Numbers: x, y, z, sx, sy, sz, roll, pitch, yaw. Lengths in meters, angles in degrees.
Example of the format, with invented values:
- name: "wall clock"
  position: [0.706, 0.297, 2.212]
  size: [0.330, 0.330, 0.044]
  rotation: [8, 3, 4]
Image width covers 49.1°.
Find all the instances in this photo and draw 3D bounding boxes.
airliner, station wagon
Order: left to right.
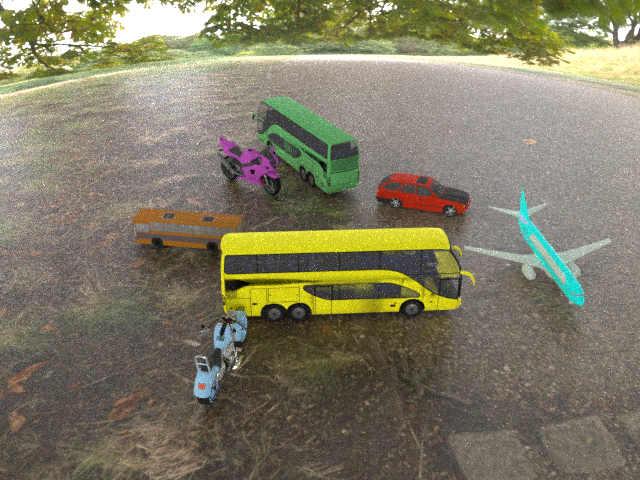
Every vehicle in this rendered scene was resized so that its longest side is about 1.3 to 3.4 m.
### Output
- name: "station wagon"
  position: [1.786, -0.813, 12.027]
  size: [1.597, 0.473, 0.682]
  rotation: [10, 30, 18]
- name: "airliner"
  position: [3.292, 0.029, 10.121]
  size: [2.257, 0.835, 2.541]
  rotation: [-3, 29, -5]

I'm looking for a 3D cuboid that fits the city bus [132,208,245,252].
- name: "city bus"
  position: [-2.020, -0.144, 10.825]
  size: [1.674, 0.460, 0.476]
  rotation: [5, 29, 8]

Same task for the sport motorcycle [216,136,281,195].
- name: "sport motorcycle"
  position: [-1.274, -1.347, 12.636]
  size: [1.520, 0.821, 0.506]
  rotation: [23, 36, 35]

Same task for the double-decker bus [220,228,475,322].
- name: "double-decker bus"
  position: [0.336, 0.430, 9.169]
  size: [3.251, 1.052, 0.756]
  rotation: [-2, 29, -3]

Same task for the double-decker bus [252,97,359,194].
- name: "double-decker bus"
  position: [-0.322, -1.901, 13.405]
  size: [0.756, 1.052, 3.251]
  rotation: [-14, 32, -24]

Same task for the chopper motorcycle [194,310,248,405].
- name: "chopper motorcycle"
  position: [-1.113, 1.205, 8.061]
  size: [0.466, 0.761, 1.563]
  rotation: [5, 29, 9]
